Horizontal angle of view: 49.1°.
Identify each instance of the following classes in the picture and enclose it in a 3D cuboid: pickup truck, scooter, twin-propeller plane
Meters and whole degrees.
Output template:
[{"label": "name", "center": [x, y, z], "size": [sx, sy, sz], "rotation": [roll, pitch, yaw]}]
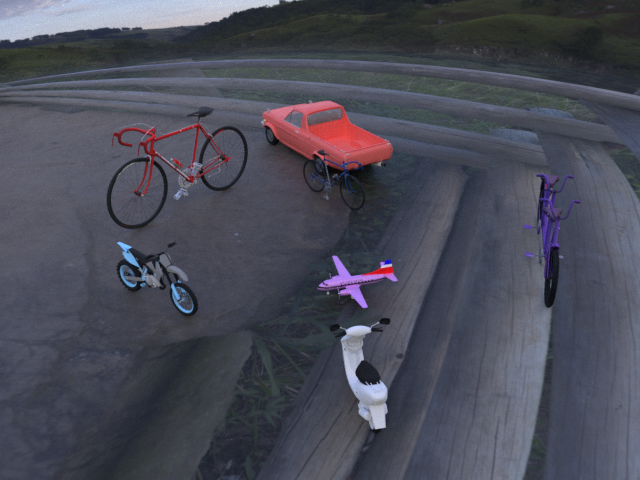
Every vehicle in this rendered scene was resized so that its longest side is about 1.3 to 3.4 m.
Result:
[{"label": "pickup truck", "center": [0.053, -2.111, 13.648], "size": [1.244, 0.993, 3.117], "rotation": [-18, 33, -29]}, {"label": "scooter", "center": [0.457, 1.336, 7.456], "size": [0.662, 0.919, 1.399], "rotation": [-6, 29, -11]}, {"label": "twin-propeller plane", "center": [0.485, 0.507, 9.493], "size": [1.095, 0.407, 1.370], "rotation": [-8, 30, -14]}]

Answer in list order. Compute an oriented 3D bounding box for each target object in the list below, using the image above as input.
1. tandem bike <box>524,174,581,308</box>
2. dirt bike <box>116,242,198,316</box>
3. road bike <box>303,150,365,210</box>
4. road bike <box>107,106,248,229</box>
[{"label": "tandem bike", "center": [3.291, -0.303, 10.014], "size": [0.550, 1.326, 3.192], "rotation": [6, 29, 11]}, {"label": "dirt bike", "center": [-2.155, 0.450, 9.131], "size": [1.493, 0.857, 0.527], "rotation": [19, 34, 31]}, {"label": "road bike", "center": [0.220, -1.067, 11.895], "size": [0.358, 0.852, 1.545], "rotation": [-23, 36, -36]}, {"label": "road bike", "center": [-2.257, -1.287, 11.460], "size": [0.696, 1.656, 3.004], "rotation": [22, 35, 34]}]
